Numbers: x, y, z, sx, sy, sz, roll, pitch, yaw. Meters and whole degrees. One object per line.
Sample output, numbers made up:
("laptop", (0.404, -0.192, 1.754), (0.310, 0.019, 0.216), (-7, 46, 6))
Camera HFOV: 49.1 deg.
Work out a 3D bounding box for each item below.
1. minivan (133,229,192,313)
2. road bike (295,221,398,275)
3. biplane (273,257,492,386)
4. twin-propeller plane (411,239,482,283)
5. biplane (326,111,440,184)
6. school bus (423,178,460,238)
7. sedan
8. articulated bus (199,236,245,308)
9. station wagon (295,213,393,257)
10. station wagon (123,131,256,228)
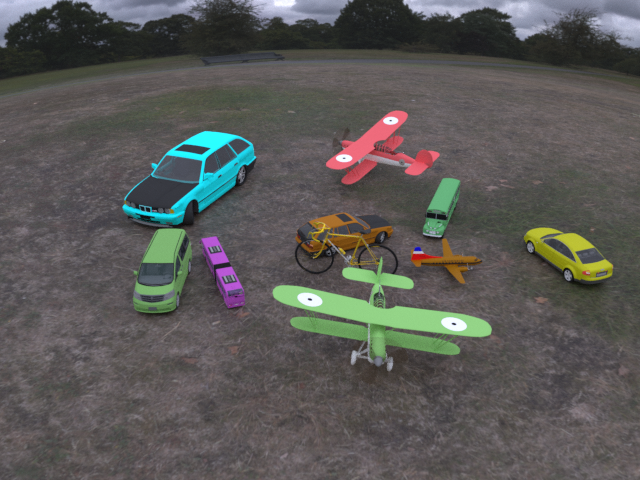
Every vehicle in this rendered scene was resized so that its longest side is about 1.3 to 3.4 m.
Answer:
("minivan", (-2.250, 0.424, 10.054), (0.681, 0.616, 1.548), (0, 28, 1))
("road bike", (0.382, 0.174, 10.275), (1.545, 0.852, 0.358), (5, 28, 10))
("biplane", (0.761, 0.933, 8.704), (2.598, 0.981, 2.120), (2, 28, 4))
("twin-propeller plane", (1.917, 0.275, 10.559), (1.095, 0.407, 1.370), (-1, 28, -2))
("biplane", (1.210, -1.640, 13.561), (2.120, 0.981, 2.598), (18, 33, 30))
("school bus", (2.112, -0.561, 12.107), (0.365, 0.434, 1.708), (9, 29, 17))
("sedan", (3.767, 0.153, 10.707), (0.635, 0.483, 1.613), (-10, 30, -19))
("articulated bus", (-1.453, 0.445, 10.364), (0.311, 0.289, 1.749), (-10, 29, -18))
("station wagon", (0.416, -0.161, 11.311), (1.597, 0.473, 0.682), (-14, 31, -24))
("station wagon", (-2.336, -1.221, 12.834), (1.327, 0.920, 3.105), (11, 30, 19))
